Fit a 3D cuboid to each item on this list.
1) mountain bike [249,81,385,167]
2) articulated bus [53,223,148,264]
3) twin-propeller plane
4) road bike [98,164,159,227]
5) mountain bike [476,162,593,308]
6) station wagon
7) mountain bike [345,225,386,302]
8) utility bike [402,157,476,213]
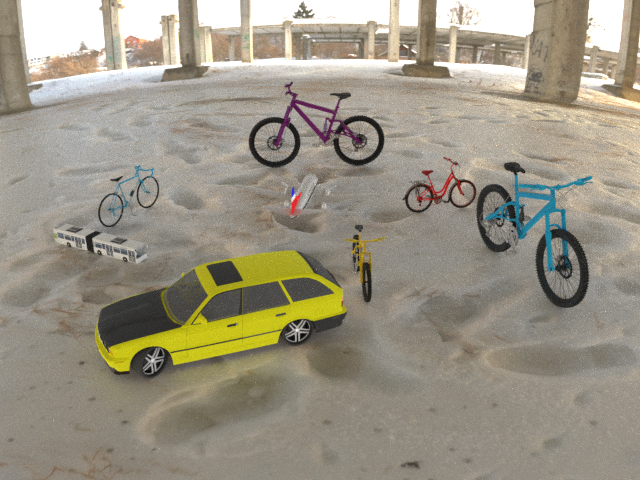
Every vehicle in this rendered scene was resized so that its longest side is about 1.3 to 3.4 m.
[{"bbox_3d":[-0.066,-2.339,14.570,2.857,1.688,1.114,-2,26,-3],"label":"mountain bike"},{"bbox_3d":[-3.524,0.048,11.201,1.749,0.289,0.311,12,28,24],"label":"articulated bus"},{"bbox_3d":[-0.303,-0.888,12.575,2.663,0.792,2.129,4,26,9],"label":"twin-propeller plane"},{"bbox_3d":[-3.360,-0.806,12.335,0.358,0.852,1.545,13,29,25],"label":"road bike"},{"bbox_3d":[3.035,-0.249,10.203,1.114,1.688,2.857,-7,27,-15],"label":"mountain bike"},{"bbox_3d":[-1.253,0.820,8.856,3.105,0.920,1.327,-10,27,-19],"label":"station wagon"},{"bbox_3d":[0.600,0.253,10.102,0.573,0.868,1.469,-2,26,-5],"label":"mountain bike"},{"bbox_3d":[2.151,-0.996,12.623,1.435,0.946,0.535,-6,26,-13],"label":"utility bike"}]
